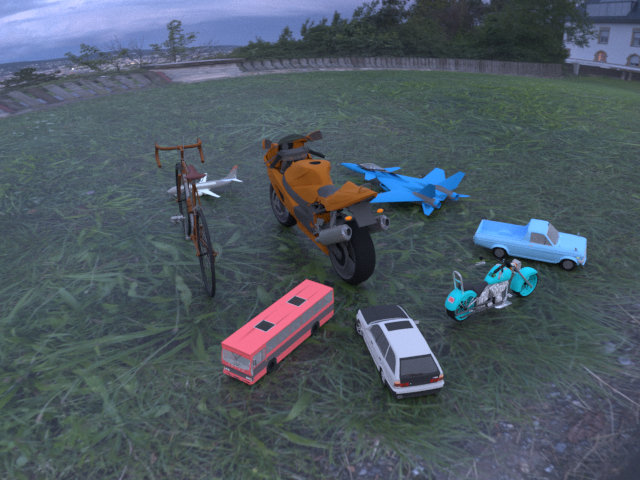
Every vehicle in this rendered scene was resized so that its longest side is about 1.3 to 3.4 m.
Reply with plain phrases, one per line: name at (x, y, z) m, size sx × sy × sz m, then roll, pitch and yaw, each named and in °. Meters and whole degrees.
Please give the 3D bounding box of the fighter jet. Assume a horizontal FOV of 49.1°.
fighter jet at (1.292, -1.179, 12.512) m, size 2.229 × 0.557 × 2.640 m, roll -23°, pitch 35°, yaw -37°

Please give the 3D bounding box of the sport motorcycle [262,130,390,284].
sport motorcycle at (-0.043, -0.541, 10.108) m, size 0.983 × 1.596 × 2.955 m, roll -14°, pitch 30°, yaw -26°

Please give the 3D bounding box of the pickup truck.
pickup truck at (3.086, -0.008, 10.258) m, size 1.603 × 0.511 × 0.640 m, roll 11°, pitch 29°, yaw 20°

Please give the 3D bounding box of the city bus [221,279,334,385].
city bus at (-0.456, 1.056, 8.220) m, size 0.476 × 0.460 × 1.674 m, roll 17°, pitch 31°, yaw 29°

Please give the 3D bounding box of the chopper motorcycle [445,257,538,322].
chopper motorcycle at (2.223, 0.547, 8.890) m, size 1.563 × 0.761 × 0.466 m, roll -17°, pitch 31°, yaw -29°

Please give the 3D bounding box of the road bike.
road bike at (-1.800, -0.437, 9.839) m, size 0.697 × 1.656 × 3.004 m, roll -9°, pitch 28°, yaw -17°

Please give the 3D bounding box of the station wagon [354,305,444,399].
station wagon at (0.878, 1.153, 8.013) m, size 0.682 × 0.473 × 1.597 m, roll -6°, pitch 28°, yaw -11°

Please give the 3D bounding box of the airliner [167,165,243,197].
airliner at (-2.062, -1.046, 12.391) m, size 1.307 × 0.429 × 1.161 m, roll -9°, pitch 28°, yaw -17°
